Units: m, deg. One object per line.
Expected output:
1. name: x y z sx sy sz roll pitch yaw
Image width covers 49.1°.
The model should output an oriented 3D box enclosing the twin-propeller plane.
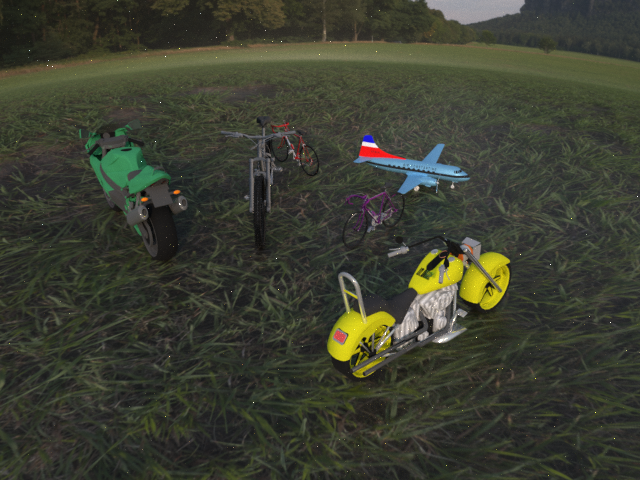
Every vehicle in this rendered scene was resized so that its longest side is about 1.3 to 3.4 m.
1. twin-propeller plane: 1.715 -1.430 12.858 2.129 0.792 2.663 11 30 21

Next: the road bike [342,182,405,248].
1. road bike: 0.860 -0.433 10.870 0.358 0.852 1.545 23 35 37

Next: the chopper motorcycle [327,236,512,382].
1. chopper motorcycle: 1.303 0.588 8.221 3.040 1.480 0.906 -22 35 -36

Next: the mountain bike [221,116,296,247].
1. mountain bike: -0.923 -1.103 11.255 1.114 1.688 2.857 0 27 0

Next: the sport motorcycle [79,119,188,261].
1. sport motorcycle: -2.894 -0.817 10.802 0.983 1.596 2.955 -17 32 -29

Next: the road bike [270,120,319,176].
1. road bike: -0.500 -1.777 13.462 0.358 0.852 1.545 -20 34 -34
